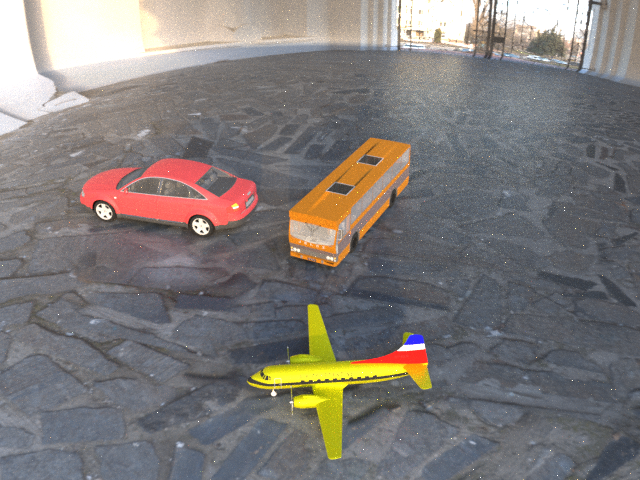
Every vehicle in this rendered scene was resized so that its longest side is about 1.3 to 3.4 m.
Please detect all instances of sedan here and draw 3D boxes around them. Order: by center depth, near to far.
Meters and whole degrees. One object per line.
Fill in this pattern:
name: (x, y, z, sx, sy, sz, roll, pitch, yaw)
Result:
sedan: (-2.617, -0.854, 11.951, 3.137, 0.940, 1.235, 8, 31, 14)

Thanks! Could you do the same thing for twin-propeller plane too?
twin-propeller plane: (0.211, 1.467, 8.144, 2.129, 0.792, 2.663, -3, 31, -5)

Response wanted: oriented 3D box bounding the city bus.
city bus: (0.584, -0.698, 11.730, 0.926, 0.894, 3.255, 14, 33, 22)
